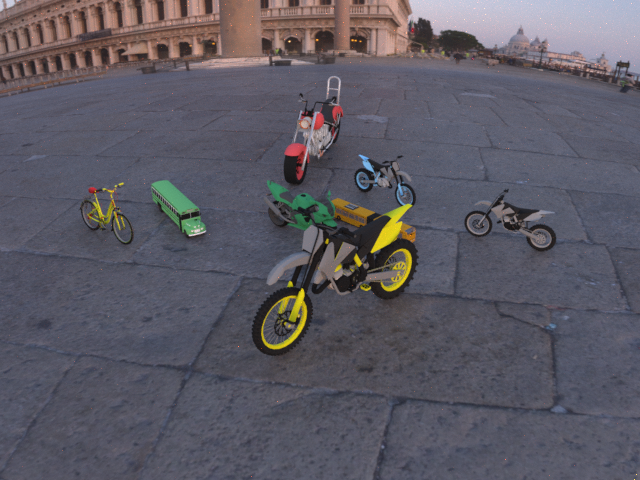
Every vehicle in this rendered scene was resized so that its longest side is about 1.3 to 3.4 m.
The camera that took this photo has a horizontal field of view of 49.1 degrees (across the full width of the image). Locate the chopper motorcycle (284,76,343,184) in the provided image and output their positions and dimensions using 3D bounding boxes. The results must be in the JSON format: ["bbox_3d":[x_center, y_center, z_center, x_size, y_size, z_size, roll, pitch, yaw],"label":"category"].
[{"bbox_3d":[-0.113,-2.293,14.349,0.906,1.480,3.040,9,29,16],"label":"chopper motorcycle"}]

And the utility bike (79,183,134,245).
[{"bbox_3d":[-3.511,-0.508,11.520,1.435,0.946,0.535,20,34,33],"label":"utility bike"}]

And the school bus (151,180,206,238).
[{"bbox_3d":[-2.461,-0.550,12.151,0.365,0.434,1.708,-16,32,-28],"label":"school bus"}]

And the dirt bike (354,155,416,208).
[{"bbox_3d":[1.185,-1.132,12.806,0.527,0.857,1.493,-24,36,-37],"label":"dirt bike"}]

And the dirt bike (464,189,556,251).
[{"bbox_3d":[3.062,-0.319,11.254,1.493,0.857,0.527,14,31,25],"label":"dirt bike"}]

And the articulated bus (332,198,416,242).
[{"bbox_3d":[0.848,-0.322,11.872,1.749,0.289,0.311,24,36,38],"label":"articulated bus"}]

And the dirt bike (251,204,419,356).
[{"bbox_3d":[0.299,0.382,9.045,2.903,1.666,1.024,-22,35,-36],"label":"dirt bike"}]

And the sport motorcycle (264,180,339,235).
[{"bbox_3d":[-0.299,-0.466,11.575,1.520,0.821,0.506,21,34,34],"label":"sport motorcycle"}]
